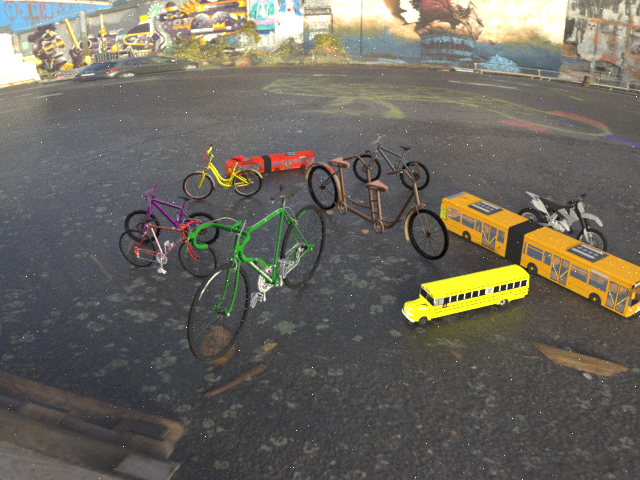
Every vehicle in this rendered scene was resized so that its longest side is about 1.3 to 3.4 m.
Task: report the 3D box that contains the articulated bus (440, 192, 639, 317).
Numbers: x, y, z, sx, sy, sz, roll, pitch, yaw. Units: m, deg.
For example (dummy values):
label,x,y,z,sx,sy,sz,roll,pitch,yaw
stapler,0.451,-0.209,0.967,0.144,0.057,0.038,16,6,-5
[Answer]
label,x,y,z,sx,sy,sz,roll,pitch,yaw
articulated bus,3.085,0.107,10.020,0.605,0.561,3.401,-18,32,-31

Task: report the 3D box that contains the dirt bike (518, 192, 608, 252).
label,x,y,z,sx,sy,sz,roll,pitch,yaw
dirt bike,3.621,-0.284,10.468,0.527,0.857,1.493,-23,34,-37

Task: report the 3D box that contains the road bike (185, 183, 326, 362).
label,x,y,z,sx,sy,sz,roll,pitch,yaw
road bike,-0.670,0.235,8.549,0.696,1.656,3.004,14,30,26

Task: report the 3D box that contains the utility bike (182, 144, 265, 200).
label,x,y,z,sx,sy,sz,roll,pitch,yaw
utility bike,-1.655,-1.125,12.039,1.435,0.946,0.535,-5,27,-9

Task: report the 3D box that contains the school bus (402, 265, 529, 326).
label,x,y,z,sx,sy,sz,roll,pitch,yaw
school bus,1.870,0.697,8.990,1.708,0.434,0.365,-10,28,-19

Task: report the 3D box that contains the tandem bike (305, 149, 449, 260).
label,x,y,z,sx,sy,sz,roll,pitch,yaw
tandem bike,0.787,-0.733,10.838,0.550,1.326,3.192,-21,33,-35

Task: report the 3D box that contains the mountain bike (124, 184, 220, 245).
label,x,y,z,sx,sy,sz,roll,pitch,yaw
mountain bike,-2.239,-0.323,10.533,1.469,0.868,0.573,2,27,4

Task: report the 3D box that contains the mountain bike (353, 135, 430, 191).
label,x,y,z,sx,sy,sz,roll,pitch,yaw
mountain bike,1.279,-1.363,12.597,1.469,0.868,0.573,12,29,22

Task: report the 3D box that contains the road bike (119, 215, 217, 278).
label,x,y,z,sx,sy,sz,roll,pitch,yaw
road bike,-2.143,0.076,9.758,1.545,0.852,0.358,9,28,16

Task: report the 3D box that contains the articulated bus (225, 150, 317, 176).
label,x,y,z,sx,sy,sz,roll,pitch,yaw
articulated bus,-0.942,-1.475,13.463,1.749,0.289,0.311,-9,28,-18
